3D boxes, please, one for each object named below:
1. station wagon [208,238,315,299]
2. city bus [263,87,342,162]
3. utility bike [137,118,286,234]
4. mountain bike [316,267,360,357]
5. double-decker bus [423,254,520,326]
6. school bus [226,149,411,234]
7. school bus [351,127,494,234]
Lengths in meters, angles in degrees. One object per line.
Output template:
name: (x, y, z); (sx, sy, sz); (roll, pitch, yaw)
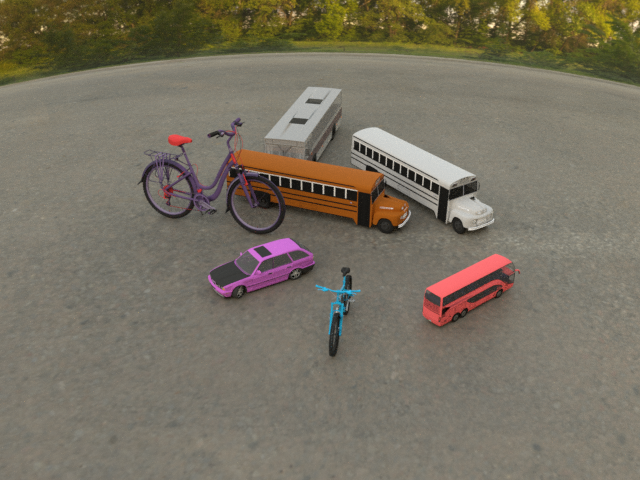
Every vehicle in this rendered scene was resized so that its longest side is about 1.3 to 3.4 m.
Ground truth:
station wagon: (-0.878, 0.378, 10.438); (1.597, 0.473, 0.682); (-17, 34, -27)
city bus: (-0.278, -2.257, 14.576); (0.926, 0.894, 3.255); (7, 31, 12)
utility bike: (-1.830, -1.121, 11.667); (2.791, 1.839, 1.039); (11, 32, 18)
mountain bike: (0.278, 0.849, 9.227); (0.573, 0.868, 1.469); (6, 31, 10)
double-decker bus: (2.138, 0.674, 9.857); (1.672, 0.541, 0.389); (-22, 36, -33)
school bus: (-0.044, -0.890, 12.260); (3.322, 0.844, 0.709); (12, 32, 20)
school bus: (1.798, -1.137, 12.689); (0.709, 0.844, 3.322); (-19, 35, -29)
